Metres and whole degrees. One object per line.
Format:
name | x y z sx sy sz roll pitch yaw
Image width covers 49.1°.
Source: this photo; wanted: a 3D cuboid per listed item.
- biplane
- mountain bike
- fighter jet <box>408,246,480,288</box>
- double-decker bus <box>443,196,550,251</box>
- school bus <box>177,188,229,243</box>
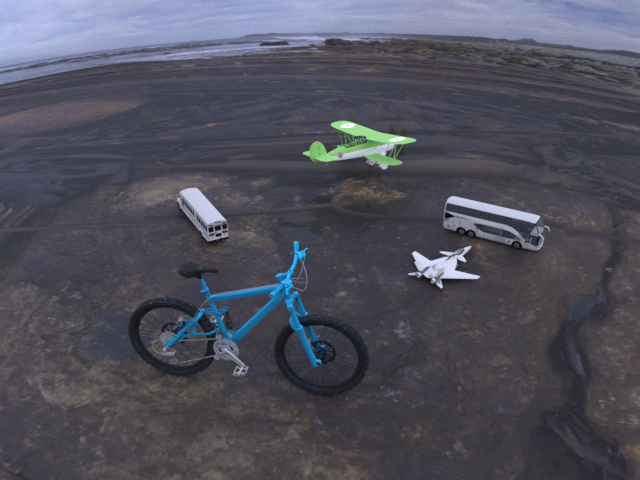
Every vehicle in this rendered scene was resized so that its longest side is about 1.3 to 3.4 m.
biplane | 0.709 -1.787 13.628 2.120 0.981 2.598 -16 33 -26
mountain bike | -0.857 0.967 7.913 2.857 1.688 1.114 5 29 10
fighter jet | 1.960 0.272 10.620 1.147 0.286 1.358 23 36 35
double-decker bus | 2.828 -0.262 11.322 1.672 0.541 0.389 16 33 26
school bus | -2.012 -0.461 11.794 0.365 0.434 1.708 -14 32 -24
